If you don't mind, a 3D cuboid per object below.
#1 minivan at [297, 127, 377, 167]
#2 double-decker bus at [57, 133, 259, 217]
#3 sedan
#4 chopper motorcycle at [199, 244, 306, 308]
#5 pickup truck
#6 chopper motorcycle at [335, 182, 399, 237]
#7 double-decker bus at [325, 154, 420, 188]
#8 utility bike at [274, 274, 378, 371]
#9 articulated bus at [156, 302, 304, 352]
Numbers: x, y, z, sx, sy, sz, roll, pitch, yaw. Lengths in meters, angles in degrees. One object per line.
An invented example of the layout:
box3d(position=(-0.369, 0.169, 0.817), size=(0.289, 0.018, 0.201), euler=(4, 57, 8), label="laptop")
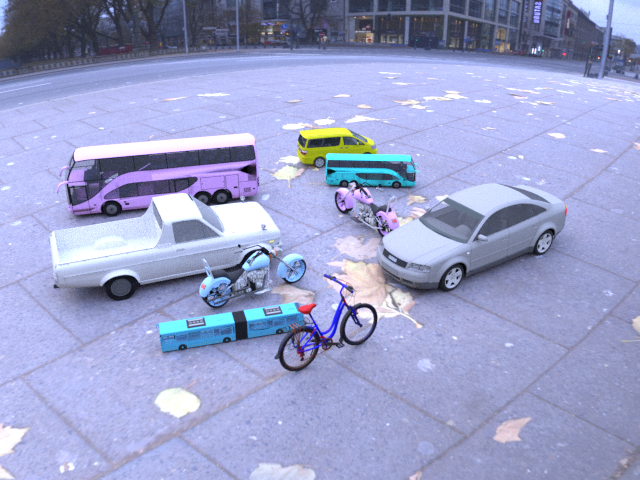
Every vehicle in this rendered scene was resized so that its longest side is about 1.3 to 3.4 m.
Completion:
box3d(position=(0.340, -1.819, 13.481), size=(1.548, 0.616, 0.681), euler=(-7, 29, -13), label="minivan")
box3d(position=(-2.645, -1.088, 11.638), size=(3.251, 1.052, 0.756), euler=(-7, 29, -13), label="double-decker bus")
box3d(position=(2.225, -0.189, 10.064), size=(3.137, 0.940, 1.235), euler=(-18, 33, -30), label="sedan")
box3d(position=(-0.858, 0.389, 9.165), size=(1.563, 0.761, 0.466), euler=(-18, 33, -31), label="chopper motorcycle")
box3d(position=(-2.113, -0.026, 9.700), size=(3.117, 0.993, 1.244), euler=(-11, 30, -19), label="pickup truck")
box3d(position=(0.714, -0.575, 10.982), size=(0.466, 0.761, 1.563), euler=(-17, 32, -28), label="chopper motorcycle")
box3d(position=(0.928, -1.235, 12.459), size=(1.672, 0.541, 0.389), euler=(1, 28, 3), label="double-decker bus")
box3d(position=(0.064, 0.916, 7.975), size=(1.435, 0.946, 0.535), euler=(-18, 33, -30), label="utility bike")
box3d(position=(-1.066, 1.042, 8.439), size=(1.749, 0.289, 0.311), euler=(-8, 29, -14), label="articulated bus")
